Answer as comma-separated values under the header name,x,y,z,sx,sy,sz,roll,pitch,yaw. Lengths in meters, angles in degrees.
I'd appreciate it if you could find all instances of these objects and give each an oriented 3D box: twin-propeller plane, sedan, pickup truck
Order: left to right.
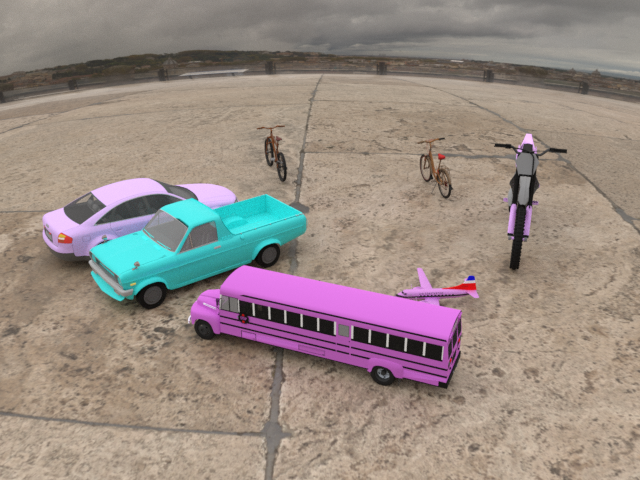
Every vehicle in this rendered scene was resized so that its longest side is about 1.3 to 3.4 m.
name,x,y,z,sx,sy,sz,roll,pitch,yaw
sedan,-2.733,-0.456,11.036,3.137,0.940,1.235,-17,31,-31
pickup truck,-1.701,-0.032,10.105,3.117,0.993,1.244,-19,32,-34
twin-propeller plane,1.551,0.668,9.336,1.095,0.407,1.370,-2,26,-3

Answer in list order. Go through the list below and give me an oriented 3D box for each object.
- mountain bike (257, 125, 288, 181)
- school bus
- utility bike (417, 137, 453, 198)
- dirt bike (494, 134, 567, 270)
name,x,y,z,sx,sy,sz,roll,pitch,yaw
mountain bike,-0.882,-1.731,13.737,0.573,0.868,1.469,-8,27,-17
school bus,-0.037,0.957,8.244,3.322,0.844,0.709,10,28,20
utility bike,2.087,-1.360,12.887,0.535,0.946,1.435,-7,27,-14
dirt bike,3.156,-0.764,10.839,1.024,1.666,2.903,7,27,15
